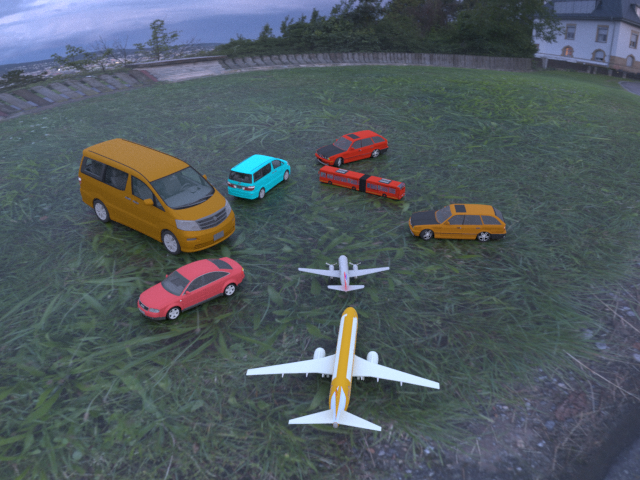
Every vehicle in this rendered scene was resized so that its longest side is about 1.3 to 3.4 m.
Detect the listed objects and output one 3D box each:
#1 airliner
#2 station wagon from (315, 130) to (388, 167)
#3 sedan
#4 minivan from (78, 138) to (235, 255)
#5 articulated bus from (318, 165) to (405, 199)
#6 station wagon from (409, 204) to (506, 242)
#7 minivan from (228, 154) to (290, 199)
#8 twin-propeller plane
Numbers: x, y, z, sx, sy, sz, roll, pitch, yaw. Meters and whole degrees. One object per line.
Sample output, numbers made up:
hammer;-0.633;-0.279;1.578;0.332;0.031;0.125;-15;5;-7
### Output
airliner;0.288;1.329;8.356;2.257;0.835;2.541;3;29;5
station wagon;0.665;-1.960;14.759;1.597;0.473;0.682;-17;33;-28
sedan;-1.833;0.636;9.993;1.613;0.483;0.635;-22;36;-35
minivan;-2.794;-0.791;11.862;3.011;1.197;1.324;21;35;33
articulated bus;0.780;-1.106;13.387;1.749;0.289;0.311;16;32;26
station wagon;2.298;-0.324;11.761;1.597;0.473;0.682;1;29;3
minivan;-1.138;-1.285;13.375;0.681;0.616;1.548;13;31;23
twin-propeller plane;0.361;0.450;10.413;1.370;0.407;1.095;-1;29;-1
